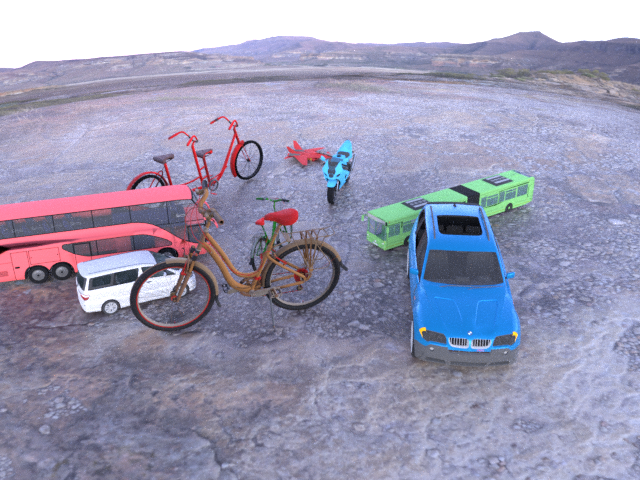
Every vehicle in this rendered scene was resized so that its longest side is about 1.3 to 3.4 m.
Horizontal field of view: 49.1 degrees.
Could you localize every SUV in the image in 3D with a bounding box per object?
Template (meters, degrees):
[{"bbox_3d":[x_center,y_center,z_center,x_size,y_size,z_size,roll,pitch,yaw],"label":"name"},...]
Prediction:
[{"bbox_3d":[1.767,0.442,8.975,1.276,1.128,3.058,2,26,4],"label":"SUV"}]

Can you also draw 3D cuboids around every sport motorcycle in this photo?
[{"bbox_3d":[0.350,-1.254,12.760,0.506,0.821,1.520,6,27,13],"label":"sport motorcycle"}]

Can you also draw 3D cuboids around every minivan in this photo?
[{"bbox_3d":[-2.465,0.503,9.430,1.548,0.616,0.681,-13,29,-24],"label":"minivan"}]

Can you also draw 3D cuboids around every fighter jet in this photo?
[{"bbox_3d":[-0.012,-1.788,14.446,1.358,0.286,1.147,9,28,17],"label":"fighter jet"}]

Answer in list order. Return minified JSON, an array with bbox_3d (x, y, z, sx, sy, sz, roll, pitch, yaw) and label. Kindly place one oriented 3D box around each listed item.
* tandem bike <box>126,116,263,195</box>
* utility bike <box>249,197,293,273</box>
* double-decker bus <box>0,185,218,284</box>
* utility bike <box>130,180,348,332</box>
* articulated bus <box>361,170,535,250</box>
[{"bbox_3d":[-2.152,-1.353,12.390,0.550,1.326,3.192,21,33,36],"label":"tandem bike"},{"bbox_3d":[-0.764,-0.133,10.348,0.535,0.946,1.435,10,28,19],"label":"utility bike"},{"bbox_3d":[-3.158,-0.118,10.196,3.251,1.052,0.756,-8,27,-16],"label":"double-decker bus"},{"bbox_3d":[-0.925,0.264,8.534,2.791,1.839,1.039,-8,27,-16],"label":"utility bike"},{"bbox_3d":[2.221,-0.546,11.618,3.401,0.561,0.605,-17,31,-30],"label":"articulated bus"}]
